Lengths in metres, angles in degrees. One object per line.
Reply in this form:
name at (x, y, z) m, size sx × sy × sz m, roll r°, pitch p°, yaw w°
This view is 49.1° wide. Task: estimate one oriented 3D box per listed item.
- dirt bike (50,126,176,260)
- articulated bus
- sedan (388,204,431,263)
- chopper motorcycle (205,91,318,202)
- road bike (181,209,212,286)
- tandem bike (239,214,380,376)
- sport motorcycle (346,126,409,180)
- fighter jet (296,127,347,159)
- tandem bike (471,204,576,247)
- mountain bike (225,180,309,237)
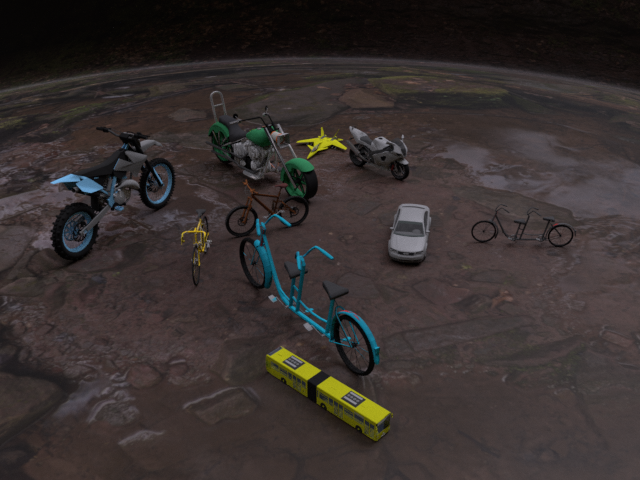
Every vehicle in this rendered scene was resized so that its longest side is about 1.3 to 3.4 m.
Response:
dirt bike at (-3.321, -0.895, 11.378) m, size 1.024 × 1.666 × 2.903 m, roll 13°, pitch 31°, yaw 23°
articulated bus at (0.061, 1.725, 7.992) m, size 1.749 × 0.289 × 0.311 m, roll 24°, pitch 37°, yaw 37°
sedan at (1.459, -0.175, 11.293) m, size 0.635 × 0.483 × 1.613 m, roll 5°, pitch 29°, yaw 10°
chopper motorcycle at (-1.149, -1.800, 13.243) m, size 0.906 × 1.480 × 3.040 m, roll -24°, pitch 36°, yaw -36°
road bike at (-1.804, 0.032, 10.524) m, size 0.358 × 0.852 × 1.545 m, roll 0°, pitch 28°, yaw 0°
tandem bike at (-0.256, 0.571, 9.033) m, size 0.550 × 1.326 × 3.192 m, roll -19°, pitch 34°, yaw -30°
sport motorcycle at (1.152, -1.718, 13.784) m, size 1.520 × 0.821 × 0.506 m, roll 24°, pitch 37°, yaw 37°
fighter jet at (-0.009, -2.057, 14.969) m, size 1.147 × 0.286 × 1.358 m, roll 11°, pitch 30°, yaw 19°
tandem bike at (3.261, -0.223, 11.172) m, size 1.642 × 0.682 × 0.283 m, roll 3°, pitch 29°, yaw 6°
mountain bike at (-0.865, -0.535, 11.553) m, size 1.469 × 0.868 × 0.573 m, roll -12°, pitch 31°, yaw -21°
